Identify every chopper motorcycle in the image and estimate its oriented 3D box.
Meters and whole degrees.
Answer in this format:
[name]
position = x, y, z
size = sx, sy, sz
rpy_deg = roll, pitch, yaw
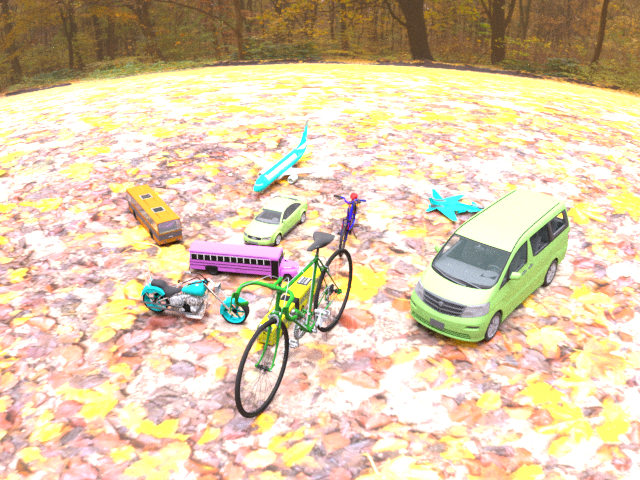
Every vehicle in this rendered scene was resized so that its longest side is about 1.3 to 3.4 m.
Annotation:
[chopper motorcycle]
position = -1.750, 0.753, 9.690
size = 1.563, 0.761, 0.466
rpy_deg = 6, 29, 11

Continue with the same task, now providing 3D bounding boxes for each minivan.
[minivan]
position = 2.512, 0.291, 10.093
size = 1.324, 1.197, 3.011
rpy_deg = 22, 35, 35

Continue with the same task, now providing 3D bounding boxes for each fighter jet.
[fighter jet]
position = 2.659, -0.649, 12.815
size = 1.358, 0.286, 1.147
rpy_deg = 8, 29, 15

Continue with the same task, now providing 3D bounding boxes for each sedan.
[sedan]
position = -0.757, -0.387, 12.117
size = 0.635, 0.483, 1.613
rpy_deg = 12, 31, 22

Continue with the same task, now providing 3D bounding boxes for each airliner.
[airliner]
position = -0.737, -1.691, 14.181
size = 2.257, 0.835, 2.541
rpy_deg = 12, 30, 21

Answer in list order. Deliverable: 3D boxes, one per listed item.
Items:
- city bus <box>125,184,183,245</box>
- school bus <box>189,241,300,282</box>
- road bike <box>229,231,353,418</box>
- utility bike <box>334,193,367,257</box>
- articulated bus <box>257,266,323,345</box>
[city bus]
position = -2.916, -0.444, 12.249
size = 0.476, 0.460, 1.674
rpy_deg = -16, 32, -27
[school bus]
position = -1.159, 0.319, 10.849
size = 1.708, 0.434, 0.365
rpy_deg = 5, 28, 9
[road bike]
position = -0.227, 0.847, 8.566
size = 0.696, 1.656, 3.004
rpy_deg = 13, 31, 23
[utility bike]
position = 0.521, -0.366, 11.587
size = 0.535, 0.946, 1.435
rpy_deg = 6, 29, 11
[articulated bus]
position = -0.390, 0.894, 9.927
size = 0.311, 0.289, 1.749
rpy_deg = 11, 30, 20
